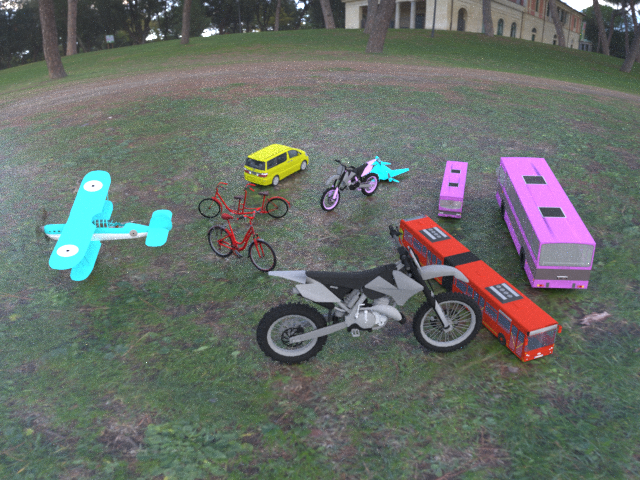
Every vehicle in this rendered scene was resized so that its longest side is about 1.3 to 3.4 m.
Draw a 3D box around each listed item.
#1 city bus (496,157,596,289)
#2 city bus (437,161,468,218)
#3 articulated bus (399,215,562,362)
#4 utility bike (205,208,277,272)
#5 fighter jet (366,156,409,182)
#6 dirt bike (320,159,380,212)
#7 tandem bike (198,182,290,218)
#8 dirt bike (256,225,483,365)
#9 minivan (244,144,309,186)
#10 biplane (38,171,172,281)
[{"bbox_3d":[3.612,-0.342,11.572,0.926,0.894,3.255,1,29,2],"label":"city bus"},{"bbox_3d":[2.502,-0.951,13.124,0.476,0.460,1.674,7,30,12],"label":"city bus"},{"bbox_3d":[2.172,0.580,10.247,0.605,0.561,3.401,-12,31,-20],"label":"articulated bus"},{"bbox_3d":[-1.235,-0.068,11.024,1.435,0.946,0.535,18,33,29],"label":"utility bike"},{"bbox_3d":[1.242,-1.547,14.384,1.147,0.286,1.358,-1,29,-2],"label":"fighter jet"},{"bbox_3d":[0.575,-1.065,12.921,1.493,0.857,0.527,-23,37,-36],"label":"dirt bike"},{"bbox_3d":[-1.350,-0.688,12.420,1.642,0.682,0.283,0,29,0],"label":"tandem bike"},{"bbox_3d":[0.644,0.786,8.731,2.903,1.666,1.024,-3,29,-5],"label":"dirt bike"},{"bbox_3d":[-0.854,-1.589,14.120,0.681,0.616,1.548,18,34,30],"label":"minivan"},{"bbox_3d":[-3.415,-0.141,11.119,2.120,0.981,2.598,-1,29,-2],"label":"biplane"}]
